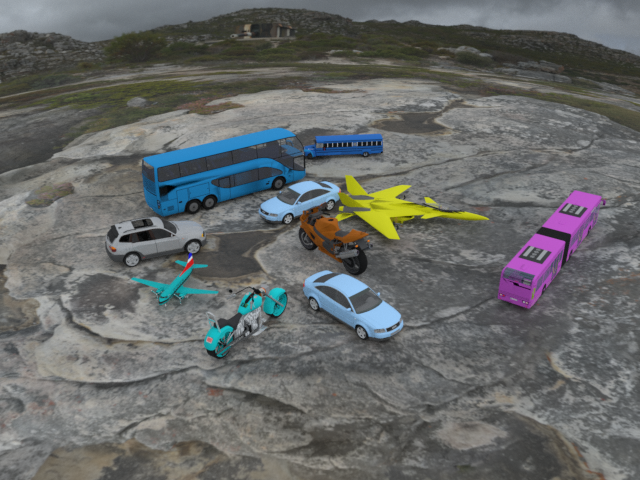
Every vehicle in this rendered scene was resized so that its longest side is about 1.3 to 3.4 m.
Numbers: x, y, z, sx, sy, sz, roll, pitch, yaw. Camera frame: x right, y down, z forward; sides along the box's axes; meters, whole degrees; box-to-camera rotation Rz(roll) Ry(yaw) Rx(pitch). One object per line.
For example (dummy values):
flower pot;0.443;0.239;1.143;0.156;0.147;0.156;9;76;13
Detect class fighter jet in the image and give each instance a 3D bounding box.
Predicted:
fighter jet;1.626;-0.630;12.217;2.640;0.557;2.229;5;28;10

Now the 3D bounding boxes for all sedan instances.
sedan;0.436;0.833;9.538;0.635;0.483;1.613;-23;36;-36
sedan;-0.353;-0.725;12.476;1.613;0.483;0.635;-20;34;-33

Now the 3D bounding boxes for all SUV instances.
SUV;-2.602;-0.053;11.105;1.572;0.580;0.656;-12;30;-22

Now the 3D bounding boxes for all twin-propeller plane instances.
twin-propeller plane;-2.060;0.580;10.095;1.370;0.407;1.095;8;29;15

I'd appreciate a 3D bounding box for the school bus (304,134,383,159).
school bus;0.479;-2.002;14.936;1.708;0.434;0.365;-3;28;-6

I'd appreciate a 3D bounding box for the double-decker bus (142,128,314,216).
double-decker bus;-1.658;-1.308;12.968;3.251;1.052;0.756;-18;33;-31

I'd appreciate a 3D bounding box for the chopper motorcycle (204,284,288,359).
chopper motorcycle;-0.928;0.929;9.059;0.466;0.761;1.563;17;33;29

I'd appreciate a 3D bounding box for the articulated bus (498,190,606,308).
articulated bus;3.665;0.055;10.922;0.605;0.561;3.401;18;33;30

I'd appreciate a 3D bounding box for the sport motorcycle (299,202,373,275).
sport motorcycle;0.186;-0.025;10.795;0.506;0.821;1.520;-23;36;-37
